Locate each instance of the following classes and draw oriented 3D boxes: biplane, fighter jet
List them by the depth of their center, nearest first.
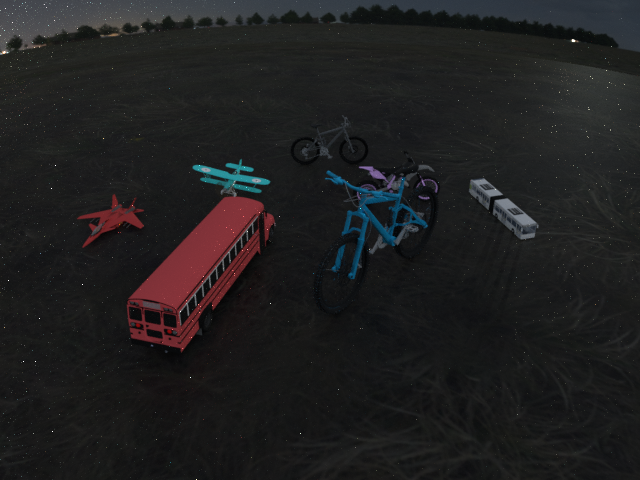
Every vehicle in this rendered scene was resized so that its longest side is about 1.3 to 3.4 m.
[{"bbox_3d":[-3.376,-0.292,11.032,1.147,0.286,1.358,8,31,14],"label":"fighter jet"},{"bbox_3d":[-1.487,-1.070,12.158,1.336,0.504,1.090,5,30,8],"label":"biplane"}]

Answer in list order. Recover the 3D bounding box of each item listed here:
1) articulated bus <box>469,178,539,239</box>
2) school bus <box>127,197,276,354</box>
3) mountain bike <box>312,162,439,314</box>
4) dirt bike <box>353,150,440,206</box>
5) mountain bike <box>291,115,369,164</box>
[{"bbox_3d":[2.961,-0.536,11.451,0.311,0.289,1.749,-9,31,-14],"label":"articulated bus"},{"bbox_3d":[-1.451,0.270,9.507,0.709,0.844,3.322,9,31,15],"label":"school bus"},{"bbox_3d":[0.838,-0.175,9.434,1.114,1.688,2.857,22,37,33],"label":"mountain bike"},{"bbox_3d":[1.289,-0.998,11.682,1.493,0.857,0.527,-4,30,-6],"label":"dirt bike"},{"bbox_3d":[0.181,-1.815,13.081,1.469,0.868,0.573,-1,30,-1],"label":"mountain bike"}]
